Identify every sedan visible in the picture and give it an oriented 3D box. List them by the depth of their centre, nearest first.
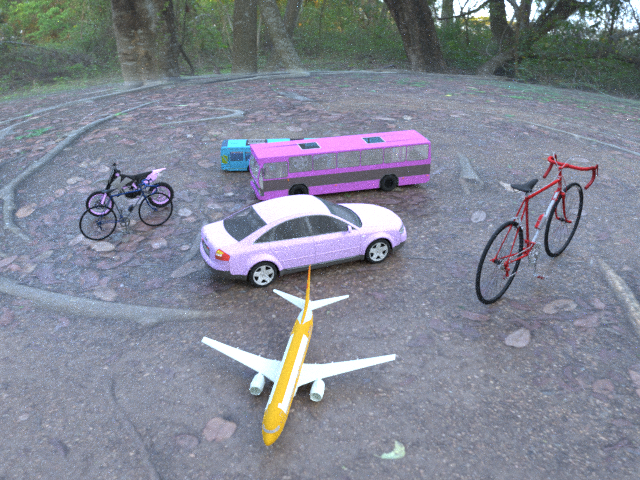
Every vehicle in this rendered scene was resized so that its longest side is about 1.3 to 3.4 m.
[{"bbox_3d":[-0.197,-0.139,10.338,3.137,0.940,1.235,-11,28,-20],"label":"sedan"}]

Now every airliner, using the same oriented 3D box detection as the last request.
[{"bbox_3d":[-0.309,1.202,7.734,2.257,0.835,2.541,4,26,8],"label":"airliner"}]

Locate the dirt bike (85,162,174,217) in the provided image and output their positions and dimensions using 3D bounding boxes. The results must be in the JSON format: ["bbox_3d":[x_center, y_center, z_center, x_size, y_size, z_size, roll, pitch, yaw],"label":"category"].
[{"bbox_3d":[-3.241,-0.865,11.908,1.493,0.857,0.527,-11,28,-22],"label":"dirt bike"}]

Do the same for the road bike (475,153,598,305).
[{"bbox_3d":[2.997,-0.216,9.685,0.697,1.656,3.004,22,34,38],"label":"road bike"}]

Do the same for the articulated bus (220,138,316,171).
[{"bbox_3d":[-0.257,-1.717,13.972,3.401,0.561,0.605,-2,26,-3],"label":"articulated bus"}]

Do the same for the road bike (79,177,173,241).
[{"bbox_3d":[-3.083,-0.498,11.168,1.545,0.852,0.358,-16,31,-30],"label":"road bike"}]

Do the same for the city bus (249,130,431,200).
[{"bbox_3d":[0.376,-1.358,12.865,3.255,0.894,0.926,-7,27,-14],"label":"city bus"}]
